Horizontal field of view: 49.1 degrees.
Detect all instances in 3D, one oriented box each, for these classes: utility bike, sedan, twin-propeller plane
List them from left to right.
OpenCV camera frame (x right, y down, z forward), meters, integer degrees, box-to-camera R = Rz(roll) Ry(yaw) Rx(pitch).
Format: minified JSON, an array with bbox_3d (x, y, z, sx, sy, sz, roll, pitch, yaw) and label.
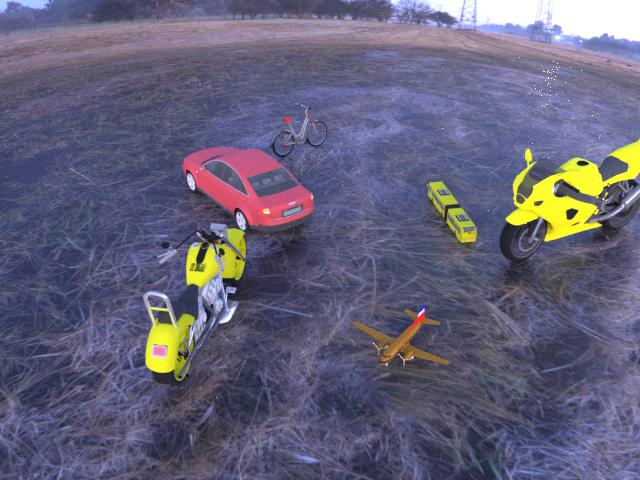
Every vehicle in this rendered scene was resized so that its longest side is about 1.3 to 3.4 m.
[{"bbox_3d":[-1.329,-1.070,12.122,1.235,0.940,3.137,-20,36,-30],"label":"sedan"},{"bbox_3d":[-0.452,-2.239,14.096,1.435,0.946,0.535,-22,37,-32],"label":"utility bike"},{"bbox_3d":[1.050,1.209,8.786,1.370,0.407,1.095,20,36,30],"label":"twin-propeller plane"}]

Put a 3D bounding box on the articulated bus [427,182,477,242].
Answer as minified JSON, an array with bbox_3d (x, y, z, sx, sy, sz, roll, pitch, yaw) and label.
[{"bbox_3d":[2.206,-0.497,11.792,0.311,0.289,1.749,-5,31,-9],"label":"articulated bus"}]

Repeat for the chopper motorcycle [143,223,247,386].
[{"bbox_3d":[-1.486,0.508,8.919,0.906,1.480,3.040,6,31,9],"label":"chopper motorcycle"}]

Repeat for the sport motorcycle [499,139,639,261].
[{"bbox_3d":[3.977,-0.653,10.772,2.955,1.596,0.983,-16,34,-25],"label":"sport motorcycle"}]
